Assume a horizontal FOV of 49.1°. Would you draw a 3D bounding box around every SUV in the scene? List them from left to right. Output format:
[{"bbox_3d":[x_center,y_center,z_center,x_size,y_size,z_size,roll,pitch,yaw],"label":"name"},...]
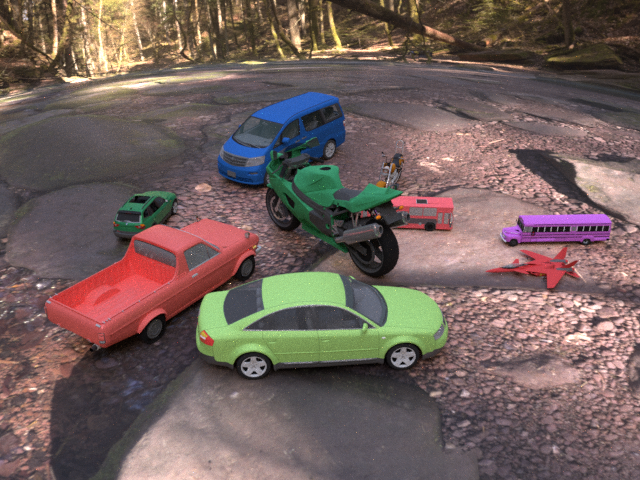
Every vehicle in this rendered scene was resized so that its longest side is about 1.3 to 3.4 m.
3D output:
[{"bbox_3d":[-2.943,-0.512,11.854,0.656,0.580,1.572,5,28,9],"label":"SUV"}]

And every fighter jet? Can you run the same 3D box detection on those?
[{"bbox_3d":[3.147,0.364,10.510,1.358,0.286,1.147,-3,28,-5],"label":"fighter jet"}]

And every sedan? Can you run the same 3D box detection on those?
[{"bbox_3d":[0.037,0.952,8.699,3.137,0.940,1.235,-2,28,-5],"label":"sedan"}]

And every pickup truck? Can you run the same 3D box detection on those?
[{"bbox_3d":[-2.168,0.430,9.629,1.244,0.993,3.117,17,33,30],"label":"pickup truck"}]

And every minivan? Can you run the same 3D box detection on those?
[{"bbox_3d":[-0.746,-2.078,14.160,1.324,1.197,3.011,20,34,33],"label":"minivan"}]

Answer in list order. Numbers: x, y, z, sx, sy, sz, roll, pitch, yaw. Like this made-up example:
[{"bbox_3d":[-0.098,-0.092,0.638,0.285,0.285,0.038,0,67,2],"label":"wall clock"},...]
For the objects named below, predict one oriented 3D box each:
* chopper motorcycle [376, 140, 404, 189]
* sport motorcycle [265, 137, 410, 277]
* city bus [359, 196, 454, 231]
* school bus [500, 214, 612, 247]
[{"bbox_3d":[1.308,-1.285,13.124,0.466,0.761,1.563,10,29,18],"label":"chopper motorcycle"},{"bbox_3d":[0.120,-0.535,10.811,0.983,1.596,2.955,-23,36,-37],"label":"sport motorcycle"},{"bbox_3d":[1.403,-0.455,11.876,1.674,0.460,0.476,2,28,4],"label":"city bus"},{"bbox_3d":[3.811,-0.169,11.361,1.708,0.434,0.365,-1,28,-2],"label":"school bus"}]
